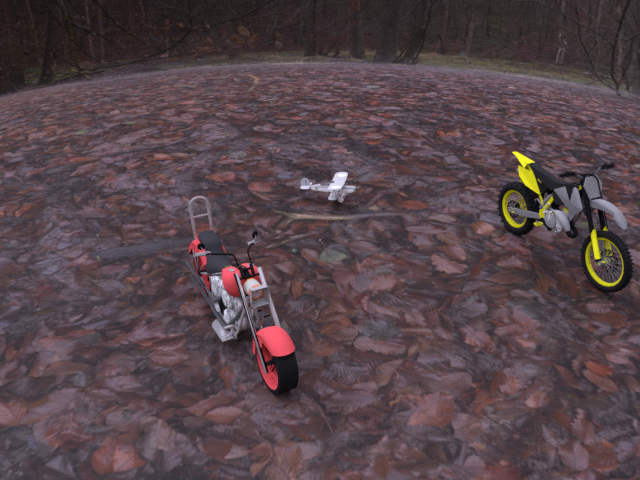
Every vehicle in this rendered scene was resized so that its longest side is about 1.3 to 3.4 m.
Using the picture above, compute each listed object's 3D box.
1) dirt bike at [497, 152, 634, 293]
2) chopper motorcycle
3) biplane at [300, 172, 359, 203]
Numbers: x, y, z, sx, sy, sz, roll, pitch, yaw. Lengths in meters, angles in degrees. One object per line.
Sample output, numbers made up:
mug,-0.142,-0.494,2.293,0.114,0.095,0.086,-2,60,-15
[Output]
dirt bike,3.717,-0.439,10.713,1.024,1.666,2.903,-12,30,-21
chopper motorcycle,-1.056,0.617,8.927,0.906,1.480,3.040,-14,31,-24
biplane,0.179,-0.976,12.959,1.090,0.504,1.336,4,28,7
